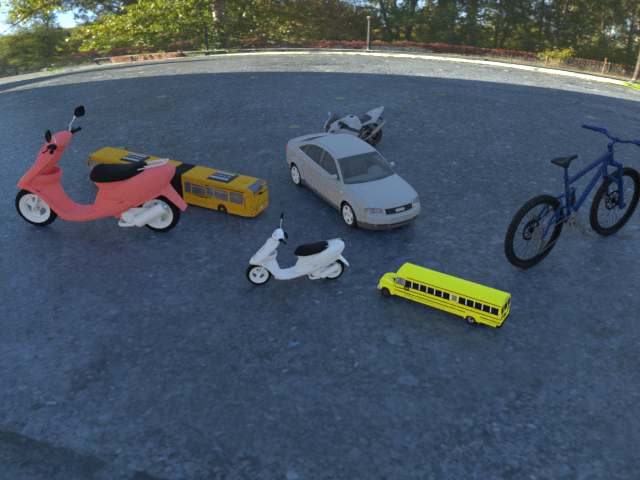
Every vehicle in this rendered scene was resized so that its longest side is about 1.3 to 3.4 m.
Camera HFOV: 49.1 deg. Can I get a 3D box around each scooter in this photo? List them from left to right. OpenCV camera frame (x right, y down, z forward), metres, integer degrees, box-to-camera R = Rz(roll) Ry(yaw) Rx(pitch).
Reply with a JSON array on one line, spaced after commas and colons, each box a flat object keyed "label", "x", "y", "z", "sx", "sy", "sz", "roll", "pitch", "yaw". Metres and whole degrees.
[{"label": "scooter", "x": -3.386, "y": -0.965, "z": 10.528, "sx": 2.721, "sy": 1.786, "sz": 1.288, "roll": 3, "pitch": 29, "yaw": 5}, {"label": "scooter", "x": -0.305, "y": 0.165, "z": 9.364, "sx": 1.399, "sy": 0.919, "sz": 0.662, "roll": -4, "pitch": 29, "yaw": -7}]

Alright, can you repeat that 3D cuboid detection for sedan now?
[{"label": "sedan", "x": 0.491, "y": -1.141, "z": 11.735, "sx": 1.235, "sy": 0.940, "sz": 3.137, "roll": -15, "pitch": 32, "yaw": -25}]

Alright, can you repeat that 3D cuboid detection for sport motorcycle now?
[{"label": "sport motorcycle", "x": 0.640, "y": -2.124, "z": 13.659, "sx": 1.520, "sy": 0.821, "sz": 0.506, "roll": -19, "pitch": 34, "yaw": -31}]

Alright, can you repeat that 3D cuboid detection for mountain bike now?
[{"label": "mountain bike", "x": 3.718, "y": -0.603, "z": 9.968, "sx": 2.857, "sy": 1.688, "sz": 1.114, "roll": -17, "pitch": 33, "yaw": -29}]

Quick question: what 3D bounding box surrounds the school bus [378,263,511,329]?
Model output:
[{"label": "school bus", "x": 1.548, "y": 0.674, "z": 8.936, "sx": 1.708, "sy": 0.434, "sz": 0.365, "roll": 17, "pitch": 33, "yaw": 28}]

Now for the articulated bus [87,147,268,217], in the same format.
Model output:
[{"label": "articulated bus", "x": -2.467, "y": -1.012, "z": 11.891, "sx": 3.401, "sy": 0.561, "sz": 0.605, "roll": 13, "pitch": 31, "yaw": 23}]
